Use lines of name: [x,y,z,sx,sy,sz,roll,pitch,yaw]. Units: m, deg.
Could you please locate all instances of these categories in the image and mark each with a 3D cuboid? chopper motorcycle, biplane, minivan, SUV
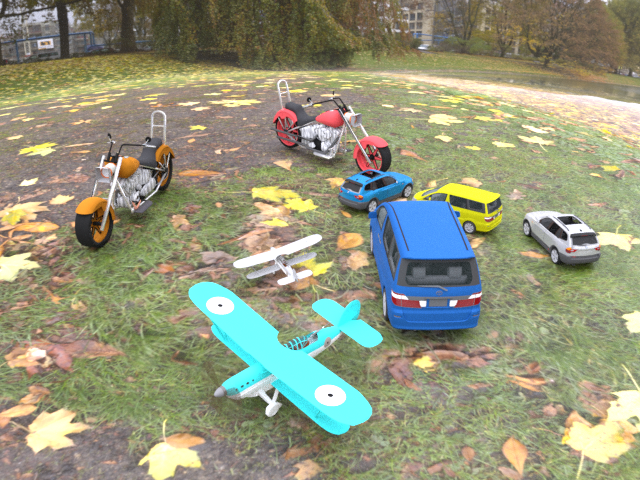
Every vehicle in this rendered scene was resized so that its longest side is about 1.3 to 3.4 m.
chopper motorcycle: [0.183,-2.291,14.181,3.040,1.480,0.906,22,34,37]
chopper motorcycle: [-3.237,-1.083,11.740,0.906,1.480,3.040,6,27,13]
biplane: [-0.532,0.350,9.944,1.336,0.504,1.090,-11,28,-21]
minivan: [2.254,-0.596,11.730,1.548,0.616,0.681,19,32,33]
biplane: [-0.264,1.252,7.583,2.120,0.981,2.598,-24,35,-39]
SUV: [1.019,-0.968,12.522,1.572,0.580,0.656,-24,35,-39]
SUV: [3.727,-0.132,10.832,0.656,0.580,1.572,-4,27,-9]
minivan: [1.370,0.100,9.669,1.324,1.197,3.011,-1,26,-1]
